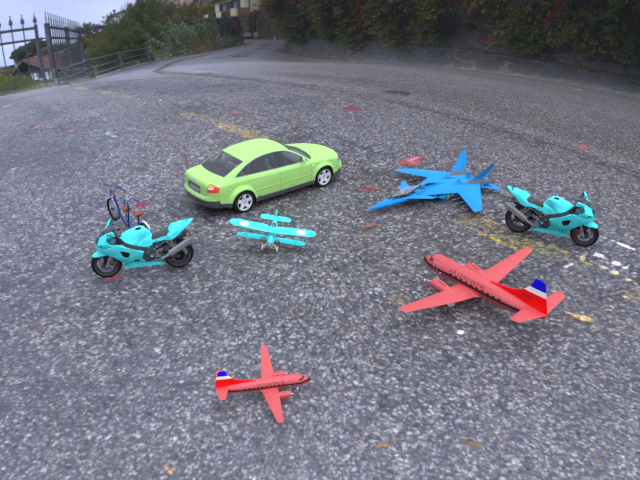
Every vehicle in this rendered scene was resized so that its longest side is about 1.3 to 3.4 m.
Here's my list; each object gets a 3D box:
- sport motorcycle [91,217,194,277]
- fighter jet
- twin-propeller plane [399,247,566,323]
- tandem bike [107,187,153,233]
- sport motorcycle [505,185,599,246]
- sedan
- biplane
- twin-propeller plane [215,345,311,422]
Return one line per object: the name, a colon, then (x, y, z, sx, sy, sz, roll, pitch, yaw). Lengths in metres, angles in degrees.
sport motorcycle: (-2.602, 0.101, 10.285, 1.520, 0.821, 0.506, -8, 29, -15)
fighter jet: (1.944, -1.005, 12.656, 2.640, 0.557, 2.229, -17, 32, -29)
twin-propeller plane: (2.191, 0.527, 9.511, 2.663, 0.792, 2.129, -20, 34, -33)
tandem bike: (-3.129, -0.421, 11.418, 0.283, 0.682, 1.642, -21, 35, -35)
sport motorcycle: (3.712, -0.395, 11.220, 1.520, 0.821, 0.506, 14, 31, 25)
sedan: (-0.980, -1.355, 12.907, 3.137, 0.940, 1.235, -21, 34, -34)
biplane: (-0.724, -0.143, 11.083, 1.336, 0.504, 1.090, 1, 28, 3)
twin-propeller plane: (-0.642, 1.587, 7.919, 1.095, 0.407, 1.370, -6, 28, -10)
